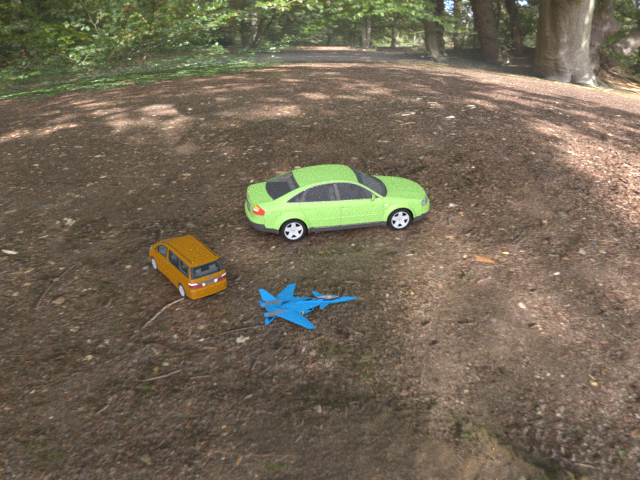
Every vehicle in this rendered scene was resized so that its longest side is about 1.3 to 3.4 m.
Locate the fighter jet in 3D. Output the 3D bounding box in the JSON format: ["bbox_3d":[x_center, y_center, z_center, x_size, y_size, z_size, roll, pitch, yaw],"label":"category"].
[{"bbox_3d":[-0.141,0.808,9.515,1.358,0.286,1.147,-7,29,-13],"label":"fighter jet"}]

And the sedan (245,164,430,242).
[{"bbox_3d":[0.311,-0.732,11.729,3.137,0.940,1.235,-6,28,-11],"label":"sedan"}]

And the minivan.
[{"bbox_3d":[-1.950,0.292,10.139,0.681,0.616,1.548,-18,33,-31],"label":"minivan"}]
